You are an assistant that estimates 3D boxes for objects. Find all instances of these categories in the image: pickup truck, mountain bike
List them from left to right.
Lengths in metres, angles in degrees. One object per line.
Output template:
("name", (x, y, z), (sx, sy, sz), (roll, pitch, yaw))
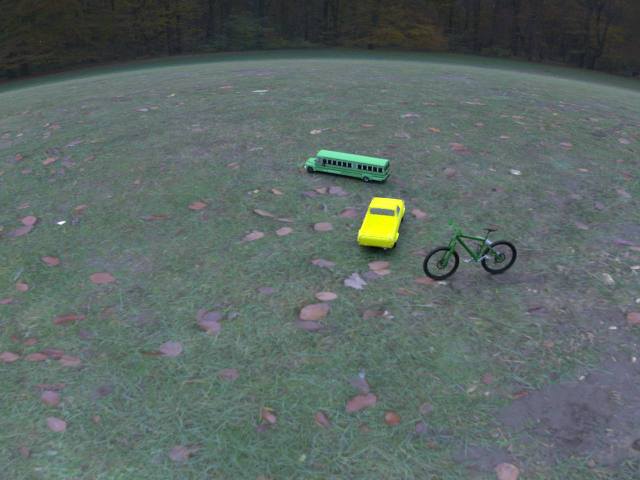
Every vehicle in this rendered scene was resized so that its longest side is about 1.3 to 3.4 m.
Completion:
("pickup truck", (1.036, -0.333, 11.640), (0.640, 0.511, 1.603), (6, 29, 11))
("mountain bike", (2.236, 0.164, 10.344), (1.469, 0.868, 0.573), (-6, 29, -10))

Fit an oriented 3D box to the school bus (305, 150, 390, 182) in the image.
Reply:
("school bus", (0.518, -1.467, 13.816), (1.708, 0.434, 0.365), (11, 30, 20))
